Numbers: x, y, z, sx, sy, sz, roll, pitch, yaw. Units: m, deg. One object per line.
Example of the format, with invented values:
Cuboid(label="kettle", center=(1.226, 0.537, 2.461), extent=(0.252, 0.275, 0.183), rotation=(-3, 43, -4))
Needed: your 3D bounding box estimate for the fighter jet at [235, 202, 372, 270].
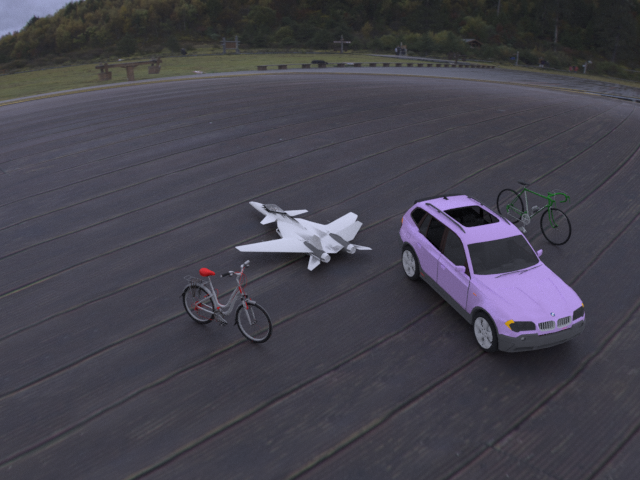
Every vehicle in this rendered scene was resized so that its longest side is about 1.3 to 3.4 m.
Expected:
Cuboid(label="fighter jet", center=(-0.445, -0.344, 11.141), extent=(2.229, 0.557, 2.640), rotation=(-18, 31, -32))

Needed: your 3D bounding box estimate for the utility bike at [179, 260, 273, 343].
Cuboid(label="utility bike", center=(-1.150, 0.691, 8.571), extent=(1.435, 0.946, 0.535), rotation=(15, 30, 27))

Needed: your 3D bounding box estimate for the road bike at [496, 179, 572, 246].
Cuboid(label="road bike", center=(3.383, -0.495, 11.115), extent=(0.358, 0.852, 1.545), rotation=(-15, 30, -29))

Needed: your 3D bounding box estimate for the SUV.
Cuboid(label="SUV", center=(2.125, 0.309, 9.147), extent=(1.276, 1.128, 3.058), rotation=(-10, 28, -19))
